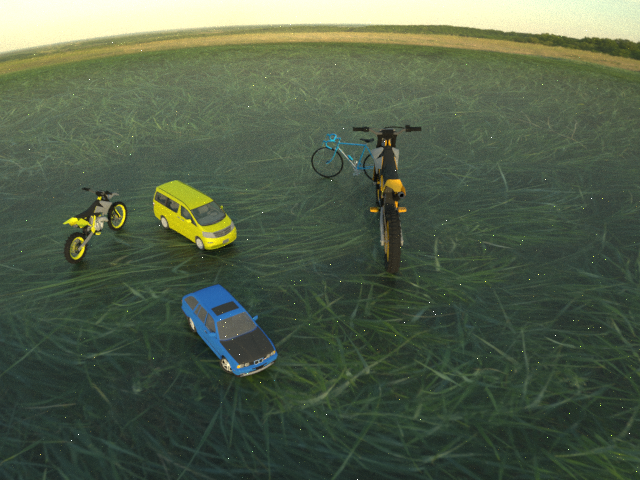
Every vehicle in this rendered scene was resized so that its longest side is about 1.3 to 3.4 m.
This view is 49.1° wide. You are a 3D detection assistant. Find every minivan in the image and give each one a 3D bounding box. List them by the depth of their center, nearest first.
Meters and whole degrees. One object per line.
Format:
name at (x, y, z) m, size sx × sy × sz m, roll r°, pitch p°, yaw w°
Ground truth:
minivan at (-1.957, -0.397, 10.889) m, size 0.681 × 0.616 × 1.548 m, roll -26°, pitch 39°, yaw -37°

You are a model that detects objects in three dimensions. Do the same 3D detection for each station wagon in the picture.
station wagon at (-1.129, 1.040, 8.556) m, size 0.682 × 0.473 × 1.597 m, roll -18°, pitch 35°, yaw -29°

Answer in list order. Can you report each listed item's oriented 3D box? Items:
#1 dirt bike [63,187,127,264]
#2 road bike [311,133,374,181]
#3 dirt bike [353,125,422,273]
dirt bike at (-3.367, -0.297, 10.476) m, size 0.527 × 0.857 × 1.493 m, roll 11°, pitch 32°, yaw 18°
road bike at (0.595, -1.458, 12.482) m, size 1.545 × 0.852 × 0.358 m, roll 6°, pitch 31°, yaw 10°
dirt bike at (1.002, -0.812, 10.557) m, size 1.024 × 1.666 × 2.903 m, roll 0°, pitch 30°, yaw 0°
